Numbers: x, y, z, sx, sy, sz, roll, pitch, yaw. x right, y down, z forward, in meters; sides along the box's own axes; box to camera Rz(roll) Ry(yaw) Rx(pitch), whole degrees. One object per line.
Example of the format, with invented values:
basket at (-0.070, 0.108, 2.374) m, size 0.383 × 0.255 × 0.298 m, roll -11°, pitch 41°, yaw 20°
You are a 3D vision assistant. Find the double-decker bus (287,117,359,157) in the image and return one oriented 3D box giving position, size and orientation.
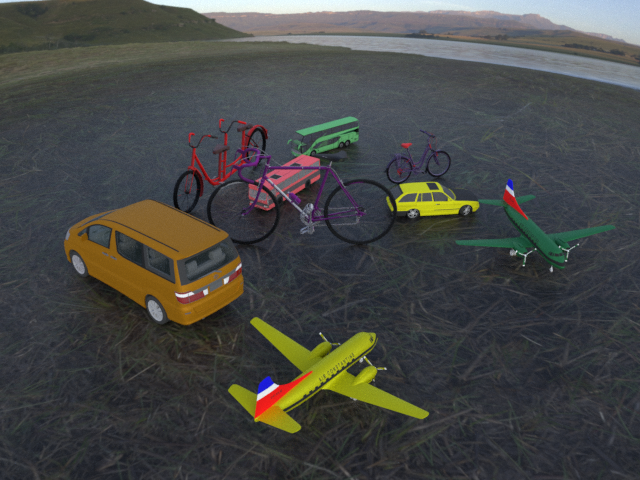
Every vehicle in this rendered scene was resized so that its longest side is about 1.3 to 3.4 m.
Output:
double-decker bus at (0.101, -2.156, 14.735) m, size 1.672 × 0.541 × 0.389 m, roll -21°, pitch 36°, yaw -33°

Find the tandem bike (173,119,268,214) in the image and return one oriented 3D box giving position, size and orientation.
tandem bike at (-1.771, -1.589, 12.929) m, size 0.550 × 1.326 × 3.192 m, roll 13°, pitch 32°, yaw 22°

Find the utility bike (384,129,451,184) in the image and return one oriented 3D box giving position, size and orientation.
utility bike at (1.850, -1.591, 13.320) m, size 1.435 × 0.946 × 0.535 m, roll -11°, pitch 31°, yaw -18°

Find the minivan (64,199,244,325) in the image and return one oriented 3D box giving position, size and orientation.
minivan at (-2.480, 0.130, 10.005) m, size 3.011 × 1.197 × 1.324 m, roll 23°, pitch 37°, yaw 35°

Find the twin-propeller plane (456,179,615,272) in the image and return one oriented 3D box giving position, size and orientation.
twin-propeller plane at (3.344, -0.229, 11.056) m, size 2.663 × 0.792 × 2.129 m, roll -6°, pitch 30°, yaw -10°

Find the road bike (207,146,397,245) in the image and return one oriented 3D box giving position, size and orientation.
road bike at (-0.284, -0.652, 10.926) m, size 3.004 × 1.656 × 0.697 m, roll 0°, pitch 29°, yaw 0°

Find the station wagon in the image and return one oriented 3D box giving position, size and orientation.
station wagon at (1.991, -0.737, 12.283) m, size 1.597 × 0.473 × 0.682 m, roll -3°, pitch 30°, yaw -5°

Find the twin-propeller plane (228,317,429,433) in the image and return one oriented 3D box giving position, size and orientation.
twin-propeller plane at (0.012, 1.462, 8.052) m, size 2.663 × 0.792 × 2.129 m, roll 23°, pitch 37°, yaw 35°

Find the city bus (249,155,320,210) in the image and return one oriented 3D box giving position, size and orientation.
city bus at (-0.628, -1.057, 12.865) m, size 0.476 × 0.460 × 1.674 m, roll 18°, pitch 34°, yaw 29°
